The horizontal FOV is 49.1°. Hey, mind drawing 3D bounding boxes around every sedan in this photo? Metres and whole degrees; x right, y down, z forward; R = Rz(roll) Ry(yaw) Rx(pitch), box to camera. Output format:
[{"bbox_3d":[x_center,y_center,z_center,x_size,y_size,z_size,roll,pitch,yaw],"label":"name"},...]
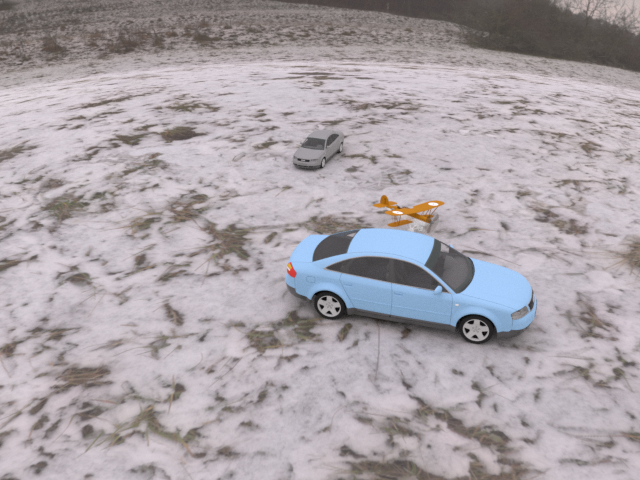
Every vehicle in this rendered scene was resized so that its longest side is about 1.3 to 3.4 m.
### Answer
[{"bbox_3d":[-0.020,-1.844,13.757,0.635,0.483,1.613,11,29,20],"label":"sedan"},{"bbox_3d":[1.117,0.448,8.787,3.137,0.940,1.235,8,28,15],"label":"sedan"}]

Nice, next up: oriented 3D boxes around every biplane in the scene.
[{"bbox_3d":[1.362,-0.423,10.962,1.336,0.504,1.090,-24,36,-38],"label":"biplane"}]
